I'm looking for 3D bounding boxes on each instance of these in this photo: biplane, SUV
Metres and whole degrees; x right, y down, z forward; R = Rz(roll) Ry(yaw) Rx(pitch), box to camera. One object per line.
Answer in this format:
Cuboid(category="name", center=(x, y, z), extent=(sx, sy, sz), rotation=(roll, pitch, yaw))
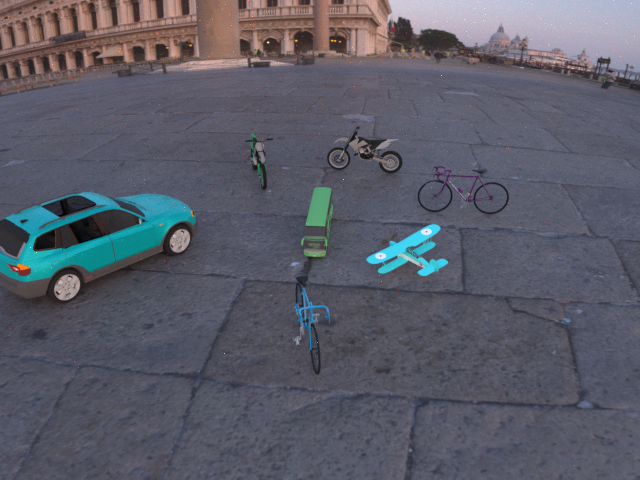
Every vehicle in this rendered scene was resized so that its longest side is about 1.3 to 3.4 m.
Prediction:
Cuboid(category="biplane", center=(1.331, 0.241, 10.214), extent=(1.336, 0.504, 1.090), rotation=(-18, 32, -31))
Cuboid(category="SUV", center=(-3.248, -0.127, 10.249), extent=(1.276, 1.128, 3.058), rotation=(23, 35, 37))

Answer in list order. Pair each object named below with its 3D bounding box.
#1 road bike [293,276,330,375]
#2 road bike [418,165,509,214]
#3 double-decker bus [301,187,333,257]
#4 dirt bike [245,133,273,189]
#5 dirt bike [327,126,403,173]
Cuboid(category="road bike", center=(-0.157, 0.937, 8.476), extent=(0.358, 0.852, 1.545), rotation=(-5, 28, -10))
Cuboid(category="road bike", center=(2.454, -0.847, 11.956), extent=(1.545, 0.852, 0.358), rotation=(2, 27, 5))
Cuboid(category="double-decker bus", center=(-0.017, -0.290, 11.211), extent=(0.389, 0.541, 1.672), rotation=(2, 27, 4))
Cuboid(category="dirt bike", center=(-1.170, -1.571, 13.364), extent=(0.527, 0.857, 1.493), rotation=(-6, 28, -12))
Cuboid(category="dirt bike", center=(0.875, -1.735, 13.685), extent=(1.493, 0.857, 0.527), rotation=(4, 27, 8))
